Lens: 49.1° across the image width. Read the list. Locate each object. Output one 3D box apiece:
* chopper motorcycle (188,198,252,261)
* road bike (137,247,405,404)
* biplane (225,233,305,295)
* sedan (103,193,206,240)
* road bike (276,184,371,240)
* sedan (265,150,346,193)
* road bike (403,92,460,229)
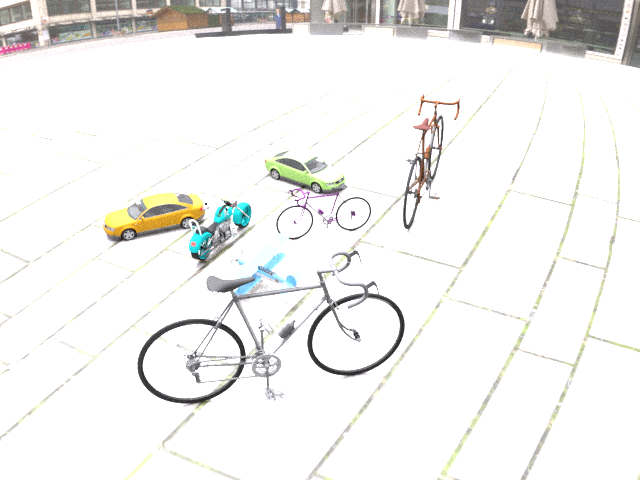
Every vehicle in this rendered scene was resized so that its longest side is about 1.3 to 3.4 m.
[{"bbox_3d":[-1.488,-0.283,10.599,0.466,0.761,1.563,14,34,22],"label":"chopper motorcycle"},{"bbox_3d":[-0.479,0.989,7.611,3.004,1.656,0.696,-8,32,-12],"label":"road bike"},{"bbox_3d":[-0.759,0.461,9.609,1.090,0.504,1.336,21,37,30],"label":"biplane"},{"bbox_3d":[-2.634,-0.433,11.118,1.613,0.483,0.635,-13,33,-20],"label":"sedan"},{"bbox_3d":[0.070,-0.448,10.785,1.545,0.852,0.358,-9,32,-14],"label":"road bike"},{"bbox_3d":[-0.271,-1.287,12.541,1.613,0.483,0.635,21,37,31],"label":"sedan"},{"bbox_3d":[1.762,-1.400,11.590,0.696,1.656,3.004,10,32,16],"label":"road bike"}]
